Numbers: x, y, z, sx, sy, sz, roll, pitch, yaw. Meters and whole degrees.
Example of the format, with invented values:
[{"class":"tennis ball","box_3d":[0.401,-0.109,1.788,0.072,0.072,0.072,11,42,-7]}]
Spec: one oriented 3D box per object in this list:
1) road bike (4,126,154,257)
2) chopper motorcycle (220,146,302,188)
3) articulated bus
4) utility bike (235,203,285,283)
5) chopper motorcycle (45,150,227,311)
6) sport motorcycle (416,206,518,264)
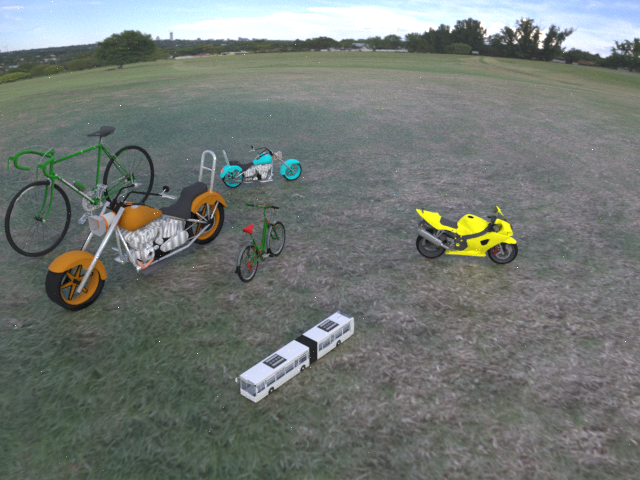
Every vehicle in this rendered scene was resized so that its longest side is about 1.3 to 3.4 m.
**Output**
[{"class":"road bike","box_3d":[-3.689,-0.887,10.988,0.696,1.656,3.004,15,31,28]},{"class":"chopper motorcycle","box_3d":[-1.085,-1.387,12.967,1.563,0.761,0.466,-11,29,-20]},{"class":"articulated bus","box_3d":[-0.235,1.323,8.138,0.311,0.289,1.749,21,34,35]},{"class":"utility bike","box_3d":[-0.895,-0.024,10.072,0.535,0.946,1.435,12,29,22]},{"class":"chopper motorcycle","box_3d":[-2.493,-0.194,9.815,0.906,1.480,3.040,20,33,34]},{"class":"sport motorcycle","box_3d":[2.152,-0.064,10.288,1.520,0.821,0.506,5,27,10]}]
